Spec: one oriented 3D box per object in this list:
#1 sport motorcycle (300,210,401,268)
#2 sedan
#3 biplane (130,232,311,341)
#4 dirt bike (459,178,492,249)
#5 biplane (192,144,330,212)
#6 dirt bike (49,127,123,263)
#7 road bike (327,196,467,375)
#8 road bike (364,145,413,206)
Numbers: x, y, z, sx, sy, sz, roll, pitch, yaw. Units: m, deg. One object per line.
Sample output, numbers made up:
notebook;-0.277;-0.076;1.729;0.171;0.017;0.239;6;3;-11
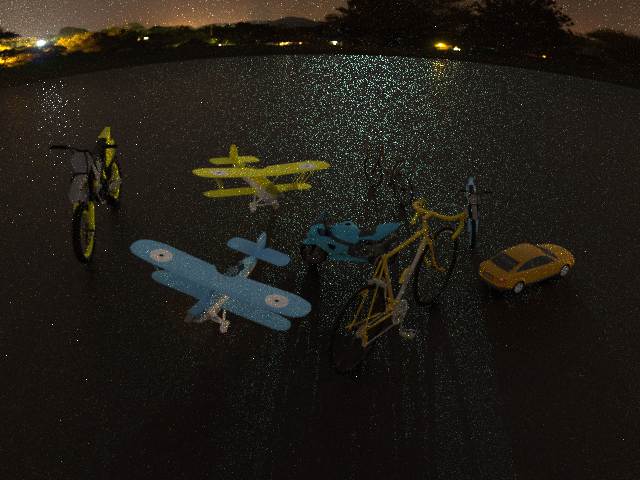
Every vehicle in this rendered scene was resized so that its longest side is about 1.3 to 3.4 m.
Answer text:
sport motorcycle;0.450;0.032;10.630;1.520;0.821;0.506;2;29;4
sedan;3.110;0.332;10.440;1.613;0.483;0.635;-15;33;-25
biplane;-1.196;0.575;9.497;2.598;0.981;2.120;12;31;20
dirt bike;2.505;-0.502;11.544;0.527;0.857;1.493;3;29;6
biplane;-1.131;-1.134;12.546;2.598;0.981;2.120;-17;33;-27
dirt bike;-3.645;-0.901;11.429;1.024;1.666;2.903;-1;29;-2
road bike;1.028;0.511;8.920;0.696;1.656;3.004;21;36;33
road bike;1.245;-1.216;12.825;0.358;0.852;1.545;-16;33;-26
